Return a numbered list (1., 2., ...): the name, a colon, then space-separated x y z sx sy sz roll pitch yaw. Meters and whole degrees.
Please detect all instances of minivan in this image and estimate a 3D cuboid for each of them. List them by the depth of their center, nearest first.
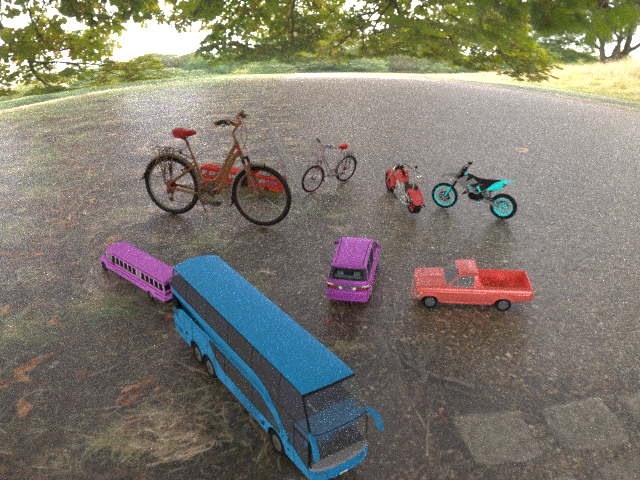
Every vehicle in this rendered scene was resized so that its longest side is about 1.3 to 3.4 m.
1. minivan: 0.490 0.303 9.884 0.681 0.616 1.548 4 27 9

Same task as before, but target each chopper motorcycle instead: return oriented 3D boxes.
1. chopper motorcycle: 1.476 -1.025 12.408 0.466 0.761 1.563 -6 27 -13

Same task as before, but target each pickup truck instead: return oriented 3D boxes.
1. pickup truck: 2.046 0.574 9.452 1.603 0.511 0.640 2 26 4

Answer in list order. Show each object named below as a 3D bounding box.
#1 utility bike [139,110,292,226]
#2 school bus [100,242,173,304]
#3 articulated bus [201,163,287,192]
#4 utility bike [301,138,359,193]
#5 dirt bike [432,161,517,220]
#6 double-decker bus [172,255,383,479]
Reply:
1. utility bike: -1.753 -1.238 11.623 2.791 1.839 1.039 8 27 16
2. school bus: -2.537 0.417 9.857 1.708 0.434 0.365 23 34 38
3. articulated bus: -1.465 -1.186 13.268 1.749 0.289 0.311 11 28 21
4. utility bike: 0.239 -1.416 12.992 1.435 0.946 0.535 -22 34 -37
5. dirt bike: 2.631 -0.841 11.928 1.493 0.857 0.527 13 29 24
6. double-decker bus: -0.636 1.250 7.472 0.756 1.052 3.251 -17 31 -30
